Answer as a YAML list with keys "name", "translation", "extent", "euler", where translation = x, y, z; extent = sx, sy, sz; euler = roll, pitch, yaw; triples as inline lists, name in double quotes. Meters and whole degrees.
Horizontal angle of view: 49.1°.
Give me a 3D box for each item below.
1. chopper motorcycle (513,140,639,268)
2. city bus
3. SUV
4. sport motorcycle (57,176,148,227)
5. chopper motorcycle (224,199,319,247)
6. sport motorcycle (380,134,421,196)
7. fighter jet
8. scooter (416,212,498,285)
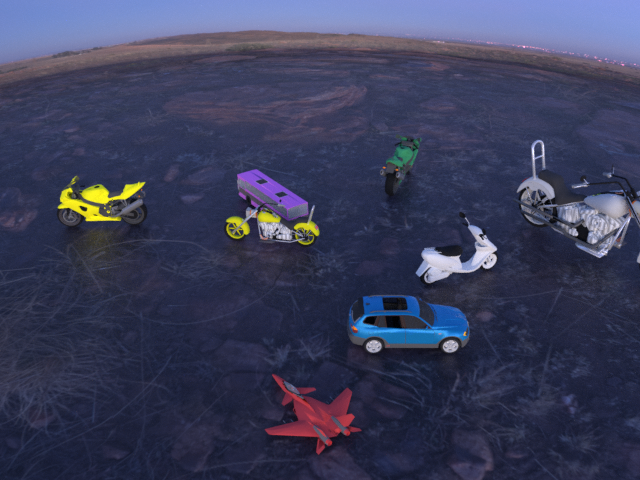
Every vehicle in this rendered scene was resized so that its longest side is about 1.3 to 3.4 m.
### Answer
- name: "chopper motorcycle"
  translation: [4.290, -0.411, 10.632]
  extent: [0.906, 1.480, 3.040]
  euler: [-20, 36, -31]
- name: "city bus"
  translation: [-0.840, -0.700, 12.161]
  extent: [0.476, 0.460, 1.674]
  euler: [-19, 35, -30]
- name: "SUV"
  translation: [1.133, 1.044, 8.997]
  extent: [1.572, 0.580, 0.656]
  euler: [0, 30, 0]
- name: "sport motorcycle"
  translation: [-3.629, -0.608, 11.637]
  extent: [1.520, 0.821, 0.506]
  euler: [-2, 30, -4]
- name: "chopper motorcycle"
  translation: [-0.777, -0.278, 11.122]
  extent: [1.563, 0.761, 0.466]
  euler: [6, 30, 11]
- name: "sport motorcycle"
  translation: [1.511, -1.423, 13.059]
  extent: [0.506, 0.821, 1.520]
  euler: [12, 32, 20]
- name: "fighter jet"
  translation: [-0.176, 1.817, 7.944]
  extent: [1.147, 0.286, 1.358]
  euler: [-20, 35, -31]
- name: "scooter"
  translation: [2.045, 0.156, 10.207]
  extent: [1.399, 0.919, 0.662]
  euler: [-12, 32, -20]
